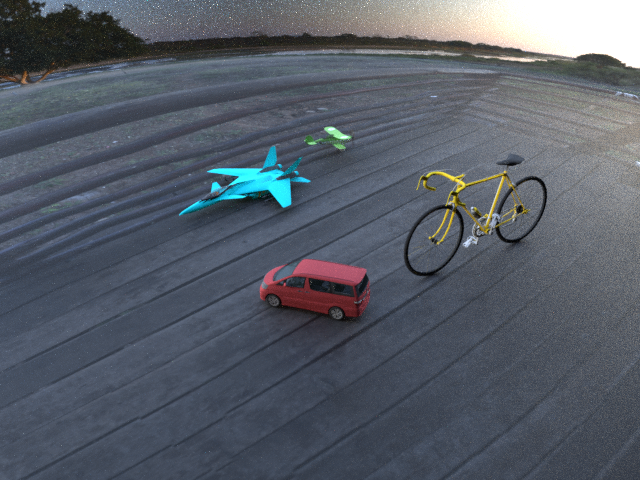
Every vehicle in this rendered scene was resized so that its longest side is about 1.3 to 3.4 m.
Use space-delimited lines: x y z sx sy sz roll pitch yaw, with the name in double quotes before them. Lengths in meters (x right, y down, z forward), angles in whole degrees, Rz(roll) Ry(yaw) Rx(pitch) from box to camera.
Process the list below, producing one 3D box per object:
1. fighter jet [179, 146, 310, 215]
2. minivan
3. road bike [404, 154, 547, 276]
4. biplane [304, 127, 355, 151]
"fighter jet" -1.505 -1.033 12.858 2.640 0.557 2.229 -26 38 -38
"minivan" -0.087 0.630 9.805 1.548 0.616 0.681 10 31 17
"road bike" 2.464 -0.449 10.677 3.004 1.656 0.697 -18 34 -29
"biplane" 0.208 -2.122 14.872 1.090 0.504 1.336 -8 30 -15
